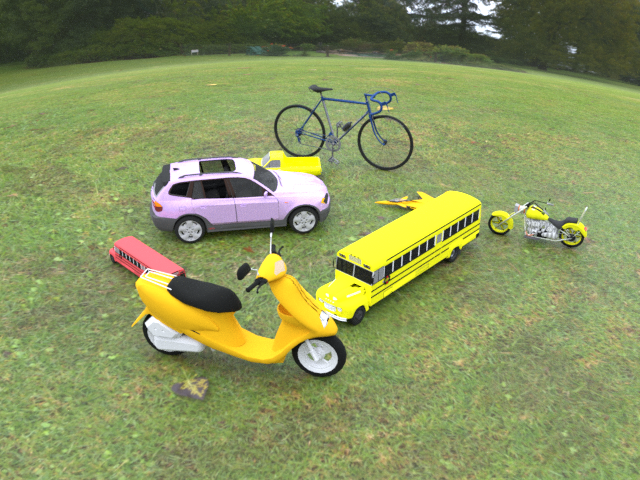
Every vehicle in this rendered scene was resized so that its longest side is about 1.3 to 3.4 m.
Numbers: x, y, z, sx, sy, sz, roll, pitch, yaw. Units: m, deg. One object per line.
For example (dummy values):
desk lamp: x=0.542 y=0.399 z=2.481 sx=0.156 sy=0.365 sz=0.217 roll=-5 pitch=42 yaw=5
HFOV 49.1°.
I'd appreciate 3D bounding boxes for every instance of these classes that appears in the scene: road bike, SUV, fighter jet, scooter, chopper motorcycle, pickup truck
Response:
road bike: x=0.435 y=-2.311 z=14.133 sx=3.004 sy=1.656 sz=0.697 roll=10 pitch=30 yaw=19
SUV: x=-1.347 y=-0.786 z=11.884 sx=3.058 sy=1.128 sz=1.276 roll=-5 pitch=29 yaw=-9
fighter jet: x=1.662 y=-0.704 z=12.613 sx=1.358 sy=0.286 sz=1.147 roll=5 pitch=29 yaw=8
scooter: x=-1.010 y=0.764 z=8.348 sx=2.721 sy=1.786 sz=1.288 roll=6 pitch=29 yaw=11
chopper motorcycle: x=3.555 y=-0.326 z=11.423 sx=1.563 sy=0.761 sz=0.466 roll=13 pitch=31 yaw=22
pickup truck: x=-0.766 y=-1.452 z=13.753 sx=1.603 sy=0.511 sz=0.640 roll=-2 pitch=29 yaw=-3

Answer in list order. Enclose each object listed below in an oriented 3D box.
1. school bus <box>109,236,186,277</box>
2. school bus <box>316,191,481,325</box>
school bus: x=-2.630 y=0.354 z=10.516 sx=0.365 sy=0.434 sz=1.708 roll=-25 pitch=37 yaw=-38
school bus: x=1.220 y=0.192 z=10.385 sx=0.709 sy=0.844 sz=3.322 roll=24 pitch=37 yaw=37
